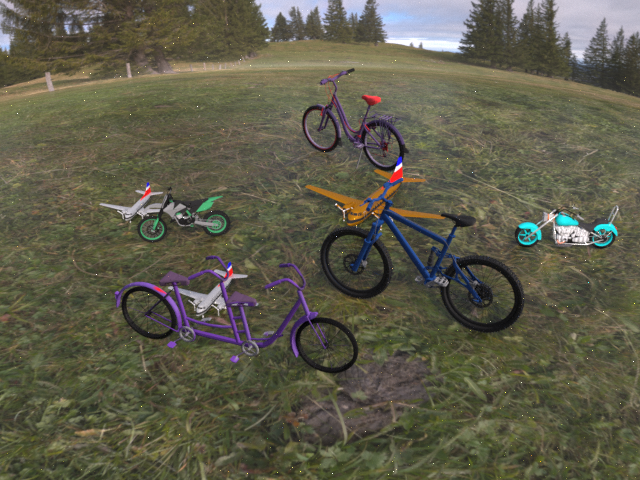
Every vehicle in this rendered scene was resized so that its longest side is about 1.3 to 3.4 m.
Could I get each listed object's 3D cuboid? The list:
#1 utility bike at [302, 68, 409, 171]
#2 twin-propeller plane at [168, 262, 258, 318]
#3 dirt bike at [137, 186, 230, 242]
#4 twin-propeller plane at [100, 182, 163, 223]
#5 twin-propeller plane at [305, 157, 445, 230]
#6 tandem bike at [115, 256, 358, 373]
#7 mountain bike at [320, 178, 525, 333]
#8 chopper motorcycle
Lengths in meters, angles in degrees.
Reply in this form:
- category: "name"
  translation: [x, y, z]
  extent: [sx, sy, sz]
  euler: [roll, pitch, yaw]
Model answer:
- category: "utility bike"
  translation: [0.605, -2.421, 14.192]
  extent: [2.791, 1.839, 1.039]
  euler: [22, 34, 36]
- category: "twin-propeller plane"
  translation: [-1.444, 0.698, 9.678]
  extent: [1.370, 0.407, 1.095]
  euler: [9, 29, 17]
- category: "dirt bike"
  translation: [-2.208, -0.393, 11.313]
  extent: [1.493, 0.857, 0.527]
  euler: [-6, 28, -12]
- category: "twin-propeller plane"
  translation: [-3.189, -0.650, 12.307]
  extent: [1.370, 0.407, 1.095]
  euler: [5, 28, 9]
- category: "twin-propeller plane"
  translation: [0.998, -0.799, 12.176]
  extent: [2.663, 0.792, 2.129]
  euler: [15, 31, 27]
- category: "tandem bike"
  translation: [-1.076, 0.832, 8.409]
  extent: [3.192, 1.326, 0.550]
  euler: [8, 28, 16]
- category: "mountain bike"
  translation: [1.279, 0.237, 9.173]
  extent: [2.857, 1.688, 1.114]
  euler: [14, 30, 25]
- category: "chopper motorcycle"
  translation: [3.911, -0.221, 11.082]
  extent: [1.563, 0.761, 0.466]
  euler: [3, 27, 5]
